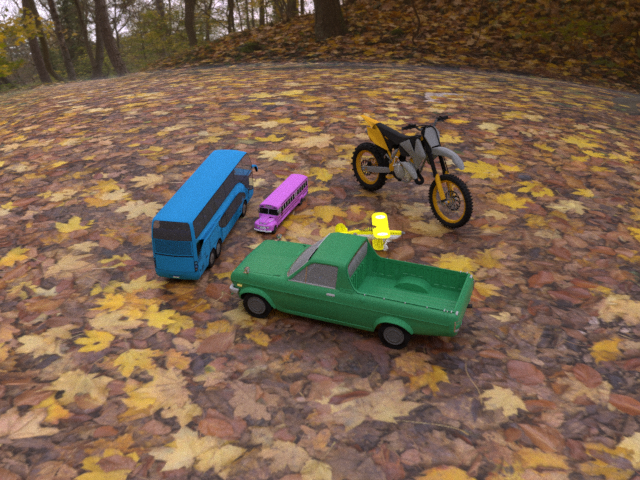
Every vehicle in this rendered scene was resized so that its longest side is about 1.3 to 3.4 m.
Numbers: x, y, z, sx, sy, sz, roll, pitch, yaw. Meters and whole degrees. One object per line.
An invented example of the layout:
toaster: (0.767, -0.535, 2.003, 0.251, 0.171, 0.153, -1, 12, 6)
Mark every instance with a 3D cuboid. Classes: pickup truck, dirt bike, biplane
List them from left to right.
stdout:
pickup truck: (0.394, 0.530, 9.129, 3.117, 0.993, 1.244, 10, 29, 19)
biplane: (0.780, -0.109, 10.899, 1.090, 0.504, 1.336, 1, 27, 2)
dirt bike: (1.530, -1.322, 11.980, 1.024, 1.666, 2.903, -19, 33, -33)

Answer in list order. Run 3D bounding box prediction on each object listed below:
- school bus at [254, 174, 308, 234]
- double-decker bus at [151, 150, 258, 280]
school bus: (-0.654, -0.630, 11.982, 0.365, 0.434, 1.708, 9, 29, 17)
double-decker bus: (-1.753, -0.525, 11.106, 0.756, 1.052, 3.251, 5, 28, 9)
